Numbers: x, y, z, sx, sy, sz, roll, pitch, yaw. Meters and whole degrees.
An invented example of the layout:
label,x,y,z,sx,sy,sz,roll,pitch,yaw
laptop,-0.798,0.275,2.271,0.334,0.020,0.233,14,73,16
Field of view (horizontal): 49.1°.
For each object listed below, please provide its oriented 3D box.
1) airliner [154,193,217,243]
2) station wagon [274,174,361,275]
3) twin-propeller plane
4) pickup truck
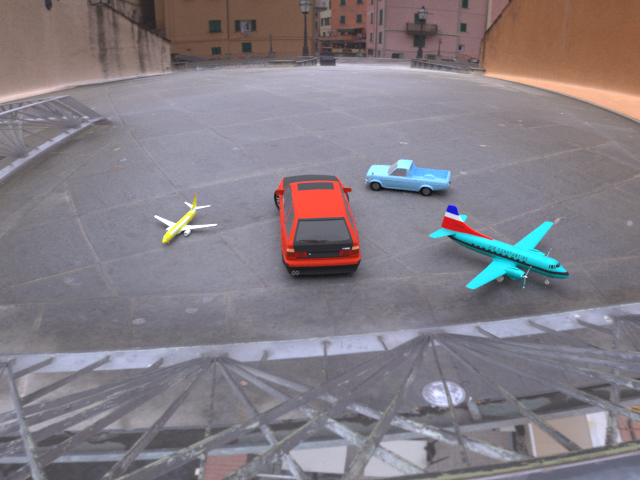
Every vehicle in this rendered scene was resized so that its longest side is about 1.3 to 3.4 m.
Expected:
label,x,y,z,sx,sy,sz,roll,pitch,yaw
airliner,-2.333,-0.354,11.749,1.161,0.429,1.307,8,29,15
station wagon,-0.074,-0.497,11.493,1.327,0.920,3.105,-2,28,-4
twin-propeller plane,2.743,0.077,10.534,2.129,0.792,2.663,21,34,34
pickup truck,1.677,-1.221,13.319,1.603,0.511,0.640,7,28,13
